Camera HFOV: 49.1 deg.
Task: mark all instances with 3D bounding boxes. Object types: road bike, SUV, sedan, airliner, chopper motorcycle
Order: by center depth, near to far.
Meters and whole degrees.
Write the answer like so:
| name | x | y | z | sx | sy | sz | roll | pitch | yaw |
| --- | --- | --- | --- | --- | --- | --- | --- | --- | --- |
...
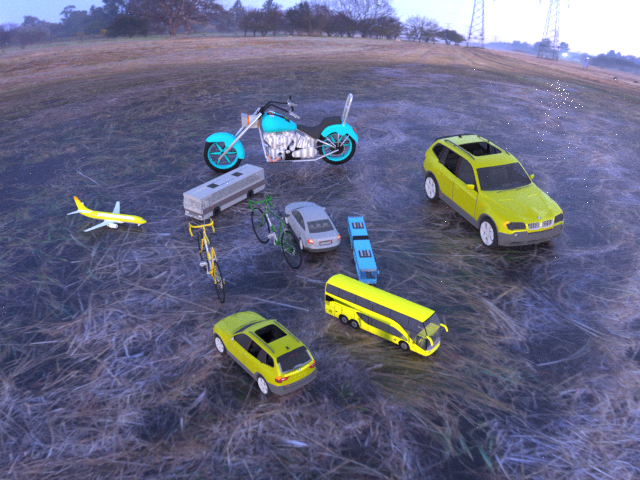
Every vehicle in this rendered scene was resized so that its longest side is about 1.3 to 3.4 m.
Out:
| name | x | y | z | sx | sy | sz | roll | pitch | yaw |
| --- | --- | --- | --- | --- | --- | --- | --- | --- | --- |
| SUV | -0.685 | 1.250 | 8.351 | 0.656 | 0.580 | 1.572 | -20 | 34 | -33 |
| road bike | -1.558 | 0.259 | 9.919 | 0.358 | 0.852 | 1.545 | -10 | 30 | -19 |
| road bike | -0.682 | -0.151 | 10.687 | 0.358 | 0.852 | 1.545 | -17 | 33 | -29 |
| sedan | -0.146 | -0.300 | 11.357 | 0.635 | 0.483 | 1.613 | -8 | 29 | -15 |
| airliner | -3.532 | -0.477 | 11.745 | 1.307 | 0.429 | 1.161 | 6 | 29 | 11 |
| SUV | 2.840 | -0.920 | 11.833 | 1.276 | 1.128 | 3.058 | -10 | 30 | -18 |
| chopper motorcycle | -0.757 | -2.083 | 13.637 | 3.040 | 1.480 | 0.906 | -3 | 28 | -6 |

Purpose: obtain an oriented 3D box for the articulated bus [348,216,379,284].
| name | x | y | z | sx | sy | sz | roll | pitch | yaw |
| --- | --- | --- | --- | --- | --- | --- | --- | --- | --- |
| articulated bus | 0.635 | 0.126 | 10.766 | 0.311 | 0.289 | 1.749 | -2 | 28 | -3 |

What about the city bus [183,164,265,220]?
| name | x | y | z | sx | sy | sz | roll | pitch | yaw |
| --- | --- | --- | --- | --- | --- | --- | --- | --- | --- |
| city bus | -1.671 | -0.850 | 12.410 | 0.476 | 0.460 | 1.674 | 19 | 33 | 31 |

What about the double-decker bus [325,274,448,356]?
| name | x | y | z | sx | sy | sz | roll | pitch | yaw |
| --- | --- | --- | --- | --- | --- | --- | --- | --- | --- |
| double-decker bus | 0.801 | 0.954 | 8.948 | 1.672 | 0.541 | 0.389 | 20 | 34 | 33 |
